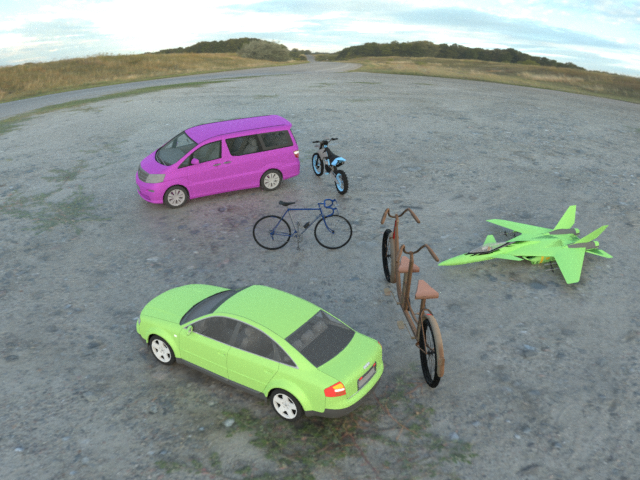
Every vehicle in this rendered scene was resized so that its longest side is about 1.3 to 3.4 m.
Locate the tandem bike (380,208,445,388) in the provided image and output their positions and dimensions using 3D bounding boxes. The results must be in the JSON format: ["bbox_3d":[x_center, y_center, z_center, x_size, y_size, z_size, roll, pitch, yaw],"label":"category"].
[{"bbox_3d":[1.106,0.516,8.718,0.550,1.326,3.192,-3,26,-5],"label":"tandem bike"}]

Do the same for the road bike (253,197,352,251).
[{"bbox_3d":[-0.269,-0.231,10.775,1.545,0.852,0.358,-1,26,-1],"label":"road bike"}]

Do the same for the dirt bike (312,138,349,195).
[{"bbox_3d":[0.168,-1.446,13.240,0.527,0.857,1.493,-12,28,-22],"label":"dirt bike"}]

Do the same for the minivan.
[{"bbox_3d":[-1.901,-1.505,12.975,3.011,1.197,1.324,-12,29,-24],"label":"minivan"}]

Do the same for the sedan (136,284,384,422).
[{"bbox_3d":[-0.783,1.067,8.034,3.137,0.940,1.235,16,30,29],"label":"sedan"}]

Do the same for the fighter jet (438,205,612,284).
[{"bbox_3d":[2.985,0.034,10.569,2.640,0.557,2.229,-8,27,-16],"label":"fighter jet"}]
